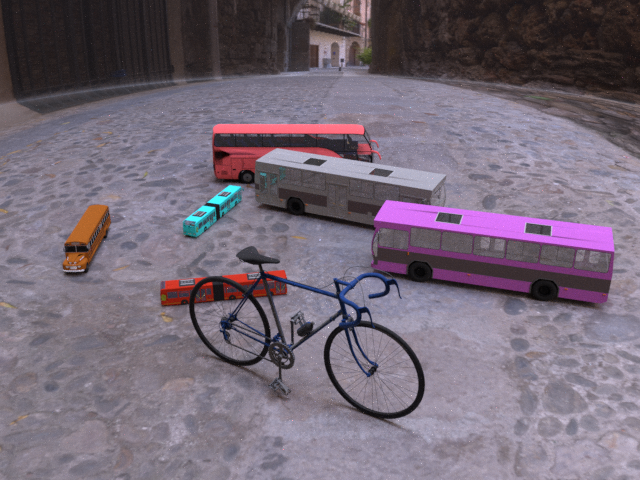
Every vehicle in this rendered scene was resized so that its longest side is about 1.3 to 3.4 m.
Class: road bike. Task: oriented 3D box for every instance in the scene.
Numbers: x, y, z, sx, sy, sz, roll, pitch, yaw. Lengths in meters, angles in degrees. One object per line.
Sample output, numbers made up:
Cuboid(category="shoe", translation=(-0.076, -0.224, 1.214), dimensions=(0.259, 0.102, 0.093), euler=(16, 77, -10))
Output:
Cuboid(category="road bike", translation=(-0.255, 0.924, 7.547), dimensions=(3.004, 1.656, 0.697), euler=(14, 29, 27))

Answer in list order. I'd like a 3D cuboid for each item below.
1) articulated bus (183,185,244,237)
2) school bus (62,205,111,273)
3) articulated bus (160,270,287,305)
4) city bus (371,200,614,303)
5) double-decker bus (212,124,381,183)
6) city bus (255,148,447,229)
Cuboid(category="articulated bus", translation=(-1.827, -0.523, 12.104), dimensions=(0.311, 0.289, 1.749), euler=(9, 27, 18))
Cuboid(category="school bus", translation=(-3.634, -0.028, 10.916), dimensions=(0.365, 0.434, 1.708), euler=(-1, 26, -2))
Cuboid(category="articulated bus", translation=(-1.308, 0.658, 9.666), dimensions=(1.749, 0.289, 0.311), euler=(-5, 26, -10))
Cuboid(category="city bus", translation=(2.402, 0.169, 9.981), dimensions=(3.255, 0.894, 0.926), euler=(8, 27, 16))
Cuboid(category="double-decker bus", translation=(-0.457, -1.694, 13.648), dimensions=(3.251, 1.052, 0.756), euler=(0, 26, 1))
Cuboid(category="city bus", translation=(0.478, -0.829, 12.042), dimensions=(3.255, 0.894, 0.926), euler=(12, 28, 23))
